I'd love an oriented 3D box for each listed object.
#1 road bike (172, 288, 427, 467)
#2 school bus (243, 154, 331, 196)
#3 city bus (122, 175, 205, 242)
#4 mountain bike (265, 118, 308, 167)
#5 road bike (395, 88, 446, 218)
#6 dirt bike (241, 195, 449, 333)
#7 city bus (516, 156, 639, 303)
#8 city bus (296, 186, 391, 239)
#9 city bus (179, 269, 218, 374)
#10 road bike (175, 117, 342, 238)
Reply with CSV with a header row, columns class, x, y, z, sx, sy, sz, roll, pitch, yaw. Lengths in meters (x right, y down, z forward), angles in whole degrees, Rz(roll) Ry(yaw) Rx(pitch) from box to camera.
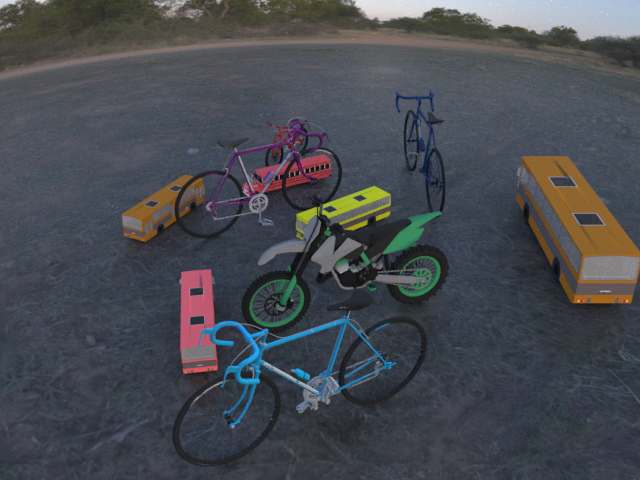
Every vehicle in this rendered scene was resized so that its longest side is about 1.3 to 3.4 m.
class,x,y,z,sx,sy,sz,roll,pitch,yaw
road bike,-0.102,1.359,7.247,3.004,1.656,0.696,-15,34,-24
school bus,-0.608,-1.166,12.759,1.708,0.434,0.365,-16,34,-25
city bus,-2.564,-0.531,11.650,0.476,0.460,1.674,14,33,23
mountain bike,-0.636,-1.912,13.601,0.573,0.868,1.469,17,34,26
road bike,1.823,-1.628,12.338,0.696,1.656,3.004,-3,31,-5
dirt bike,0.389,0.319,9.009,2.903,1.666,1.024,-10,32,-17
city bus,3.813,-0.227,10.703,0.926,0.894,3.255,0,30,0
city bus,0.399,-0.386,11.403,1.674,0.460,0.476,-22,37,-32
city bus,-1.561,1.025,8.997,0.476,0.460,1.674,-5,31,-8
road bike,-0.925,-0.997,11.263,3.004,1.656,0.696,-16,34,-25
